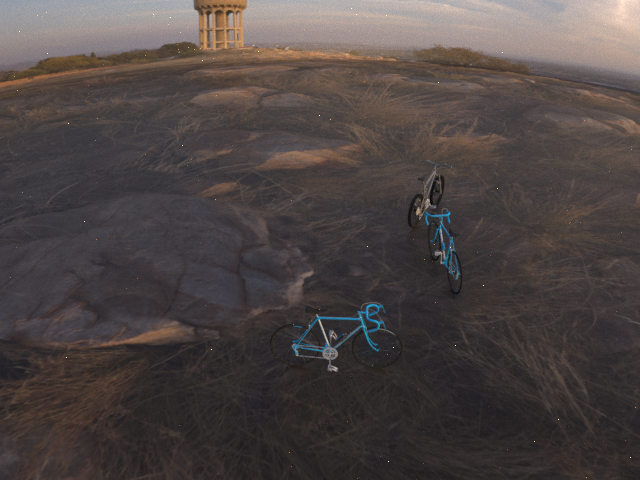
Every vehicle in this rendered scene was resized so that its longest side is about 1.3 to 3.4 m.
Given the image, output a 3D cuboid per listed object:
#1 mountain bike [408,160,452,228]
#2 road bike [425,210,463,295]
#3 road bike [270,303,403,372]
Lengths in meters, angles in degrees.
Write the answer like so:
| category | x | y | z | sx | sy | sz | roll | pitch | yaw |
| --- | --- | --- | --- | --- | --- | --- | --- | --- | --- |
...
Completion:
| category | x | y | z | sx | sy | sz | roll | pitch | yaw |
| --- | --- | --- | --- | --- | --- | --- | --- | --- | --- |
| mountain bike | 1.795 | -0.795 | 11.658 | 0.573 | 0.868 | 1.469 | 15 | 32 | 26 |
| road bike | 1.776 | 0.120 | 9.950 | 0.358 | 0.852 | 1.545 | -4 | 28 | -8 |
| road bike | 0.190 | 1.123 | 8.058 | 1.545 | 0.852 | 0.358 | 1 | 28 | 3 |
